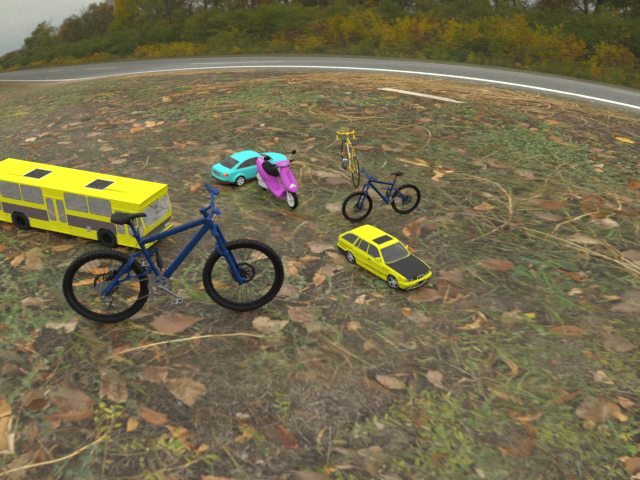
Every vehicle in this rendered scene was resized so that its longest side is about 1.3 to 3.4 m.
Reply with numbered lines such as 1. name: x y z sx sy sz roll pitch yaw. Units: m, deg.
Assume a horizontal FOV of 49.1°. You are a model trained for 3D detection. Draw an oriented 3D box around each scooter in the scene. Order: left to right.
1. scooter: -0.785 -1.178 12.600 0.662 0.919 1.399 -17 33 -29

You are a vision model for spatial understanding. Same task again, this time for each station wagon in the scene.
1. station wagon: 0.952 0.211 10.466 0.682 0.473 1.597 -20 34 -33

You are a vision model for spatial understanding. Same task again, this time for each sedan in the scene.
1. sedan: -1.331 -1.474 13.617 1.613 0.483 0.635 -20 34 -33

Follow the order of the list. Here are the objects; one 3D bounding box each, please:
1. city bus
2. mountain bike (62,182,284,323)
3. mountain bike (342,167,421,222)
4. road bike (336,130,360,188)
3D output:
1. city bus: -4.056 -0.591 11.524 3.255 0.894 0.926 10 30 19
2. mountain bike: -1.891 0.280 9.046 2.857 1.688 1.114 -4 28 -8
3. mountain bike: 1.057 -0.770 11.888 1.469 0.868 0.573 -10 30 -18
4. road bike: 0.579 -1.599 13.460 0.358 0.852 1.545 -5 28 -9
